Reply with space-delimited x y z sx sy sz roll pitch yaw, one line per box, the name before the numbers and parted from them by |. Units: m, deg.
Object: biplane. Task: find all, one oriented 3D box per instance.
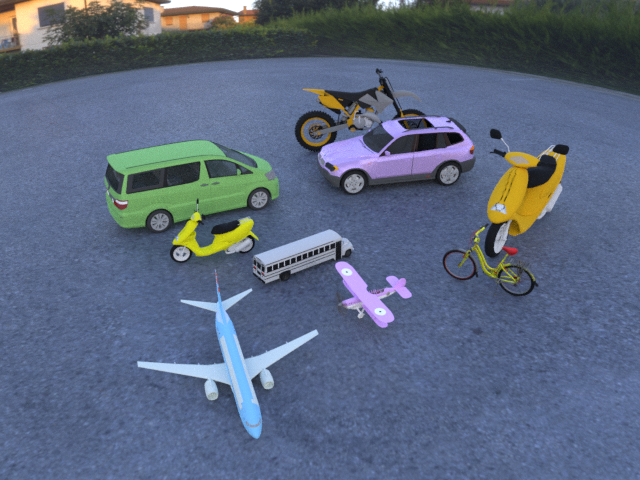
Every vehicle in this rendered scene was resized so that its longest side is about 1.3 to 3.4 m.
biplane | 0.736 0.780 9.668 1.090 0.504 1.336 -15 32 -25

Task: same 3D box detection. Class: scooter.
scooter | -1.657 -0.130 10.886 1.399 0.919 0.662 -9 30 -15
scooter | 3.405 -0.929 11.435 1.288 1.786 2.721 21 35 32

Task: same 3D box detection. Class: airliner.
airliner | -1.030 1.306 8.375 2.257 0.835 2.541 -8 30 -15

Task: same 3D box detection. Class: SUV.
SUV | 1.472 -1.713 13.532 3.058 1.128 1.276 -6 30 -11

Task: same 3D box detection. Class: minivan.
minivan | -2.200 -1.071 12.301 3.011 1.197 1.324 -15 32 -24

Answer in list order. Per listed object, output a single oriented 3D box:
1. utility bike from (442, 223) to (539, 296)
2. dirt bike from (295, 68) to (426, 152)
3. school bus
utility bike | 2.431 0.323 10.038 1.435 0.946 0.535 16 33 26
dirt bike | 0.914 -2.655 14.681 2.903 1.666 1.024 -1 29 -1
school bus | -0.220 0.223 10.749 1.708 0.434 0.365 -20 34 -31
